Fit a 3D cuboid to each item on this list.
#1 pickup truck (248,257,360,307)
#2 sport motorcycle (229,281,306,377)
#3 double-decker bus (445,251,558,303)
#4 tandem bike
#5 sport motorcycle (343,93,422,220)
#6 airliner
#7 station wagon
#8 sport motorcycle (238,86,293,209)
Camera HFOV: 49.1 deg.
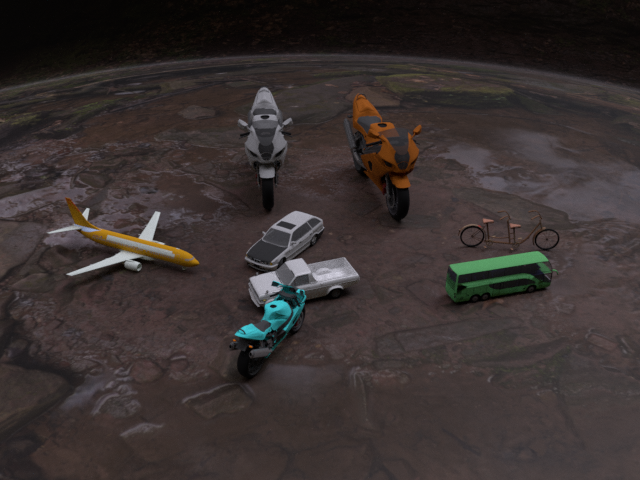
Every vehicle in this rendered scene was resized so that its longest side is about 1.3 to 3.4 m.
[{"bbox_3d":[-0.240,0.579,10.309,1.603,0.511,0.640,-11,31,-18],"label":"pickup truck"},{"bbox_3d":[-0.610,1.121,9.035,0.506,0.821,1.520,16,33,26],"label":"sport motorcycle"},{"bbox_3d":[2.682,0.538,10.351,1.672,0.541,0.389,-8,30,-14],"label":"double-decker bus"},{"bbox_3d":[3.096,-0.157,11.440,1.642,0.682,0.283,3,30,4],"label":"tandem bike"},{"bbox_3d":[1.118,-1.609,13.082,0.983,1.596,2.955,-7,30,-12],"label":"sport motorcycle"},{"bbox_3d":[-3.031,-0.087,11.160,2.541,0.835,2.257,12,32,21],"label":"airliner"},{"bbox_3d":[-0.567,-0.024,11.416,0.682,0.473,1.597,17,34,27],"label":"station wagon"},{"bbox_3d":[-1.036,-1.825,13.465,0.983,1.596,2.955,-2,30,-4],"label":"sport motorcycle"}]
